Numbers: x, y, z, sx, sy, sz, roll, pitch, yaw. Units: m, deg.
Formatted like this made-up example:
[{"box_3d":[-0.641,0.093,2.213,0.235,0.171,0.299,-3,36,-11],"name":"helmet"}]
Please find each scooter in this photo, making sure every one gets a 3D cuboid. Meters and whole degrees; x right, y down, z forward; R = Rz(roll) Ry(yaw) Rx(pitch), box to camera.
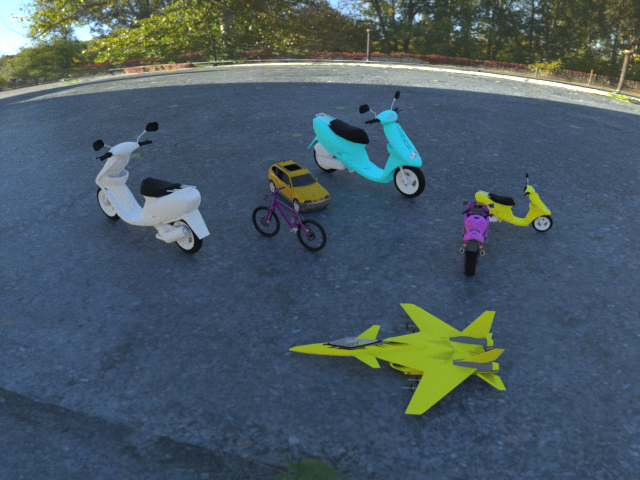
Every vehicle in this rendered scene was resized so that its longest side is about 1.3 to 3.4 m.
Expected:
[{"box_3d":[0.868,-1.907,13.376,2.721,1.786,1.288,21,35,33],"name":"scooter"},{"box_3d":[-2.859,-0.863,11.446,2.721,1.786,1.288,20,34,33],"name":"scooter"},{"box_3d":[3.280,-0.624,11.915,1.399,0.919,0.662,8,30,15],"name":"scooter"}]

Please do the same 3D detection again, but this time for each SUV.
[{"box_3d":[-0.414,-1.033,13.028,0.656,0.580,1.572,-16,32,-26],"name":"SUV"}]

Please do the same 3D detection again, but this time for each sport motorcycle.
[{"box_3d":[2.421,-0.063,10.980,0.506,0.821,1.520,7,29,13],"name":"sport motorcycle"}]

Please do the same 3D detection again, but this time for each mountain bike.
[{"box_3d":[-0.519,-0.328,11.421,1.469,0.868,0.573,17,33,28],"name":"mountain bike"}]

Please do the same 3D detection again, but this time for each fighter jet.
[{"box_3d":[0.924,1.290,8.754,2.640,0.557,2.229,2,28,4],"name":"fighter jet"}]
